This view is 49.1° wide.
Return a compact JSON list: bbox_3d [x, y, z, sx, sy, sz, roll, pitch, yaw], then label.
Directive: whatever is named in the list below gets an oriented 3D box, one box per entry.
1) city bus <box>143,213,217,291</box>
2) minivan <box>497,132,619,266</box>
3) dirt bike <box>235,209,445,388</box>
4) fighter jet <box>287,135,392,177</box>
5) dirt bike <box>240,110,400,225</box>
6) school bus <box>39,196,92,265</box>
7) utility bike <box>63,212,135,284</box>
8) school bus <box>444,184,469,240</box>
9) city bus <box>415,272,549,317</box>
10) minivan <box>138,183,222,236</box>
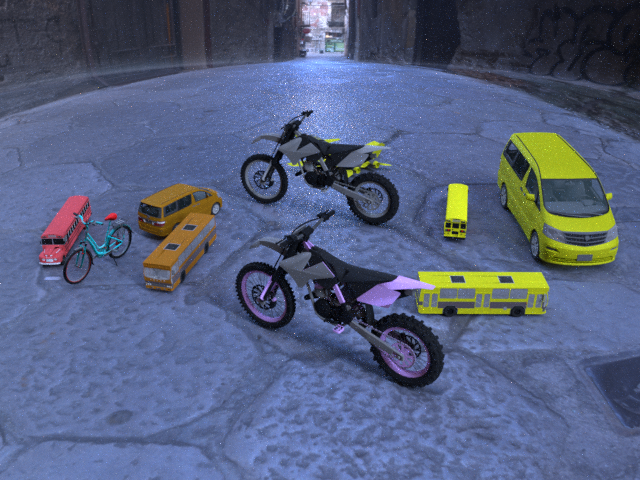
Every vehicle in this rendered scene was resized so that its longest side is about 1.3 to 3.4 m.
[{"bbox_3d":[-2.032,0.161,10.327,0.476,0.460,1.674,7,28,12],"label":"city bus"},{"bbox_3d":[3.756,-0.719,11.211,1.324,1.197,3.011,-1,28,-1],"label":"minivan"},{"bbox_3d":[0.126,0.641,8.115,2.903,1.666,1.024,18,32,30],"label":"dirt bike"},{"bbox_3d":[0.182,-1.961,14.264,2.229,0.557,2.640,-19,33,-31],"label":"fighter jet"},{"bbox_3d":[-0.062,-1.190,11.602,2.903,1.666,1.024,11,30,21],"label":"dirt bike"},{"bbox_3d":[-3.986,-0.157,10.959,0.365,0.434,1.708,-1,28,-1],"label":"school bus"},{"bbox_3d":[-3.147,0.017,10.078,0.535,0.946,1.435,14,31,24],"label":"utility bike"},{"bbox_3d":[2.272,-0.518,11.647,0.365,0.434,1.708,5,28,10],"label":"school bus"},{"bbox_3d":[2.124,0.719,9.265,1.674,0.460,0.476,0,28,0],"label":"city bus"},{"bbox_3d":[-2.283,-0.581,11.572,0.681,0.616,1.548,17,32,29],"label":"minivan"}]
